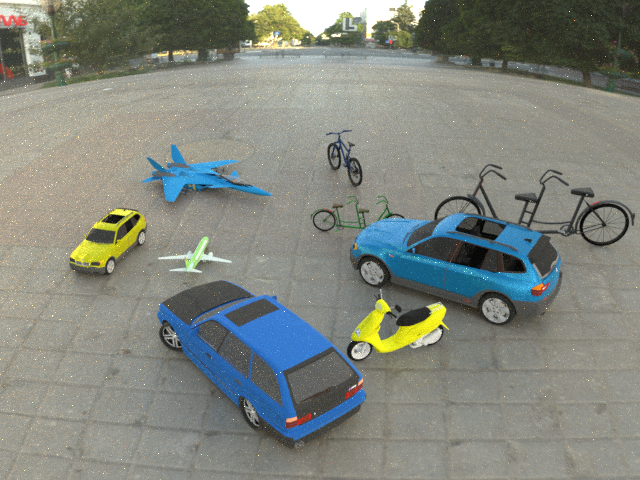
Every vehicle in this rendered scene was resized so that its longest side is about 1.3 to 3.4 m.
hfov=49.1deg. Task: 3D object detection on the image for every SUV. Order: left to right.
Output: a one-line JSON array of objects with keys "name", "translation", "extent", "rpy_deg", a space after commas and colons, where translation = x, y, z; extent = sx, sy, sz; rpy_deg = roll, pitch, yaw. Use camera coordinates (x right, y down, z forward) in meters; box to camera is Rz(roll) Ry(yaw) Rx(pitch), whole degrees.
[{"name": "SUV", "translation": [-3.351, -0.010, 11.132], "extent": [0.656, 0.580, 1.572], "rpy_deg": [8, 29, 14]}, {"name": "SUV", "translation": [1.927, 0.210, 10.139], "extent": [3.058, 1.128, 1.276], "rpy_deg": [16, 32, 28]}]

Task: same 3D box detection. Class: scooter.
[{"name": "scooter", "translation": [0.998, 1.037, 8.816], "extent": [1.399, 0.919, 0.662], "rpy_deg": [-9, 30, -17]}]

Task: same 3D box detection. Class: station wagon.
[{"name": "station wagon", "translation": [-0.843, 1.213, 8.485], "extent": [1.327, 0.920, 3.105], "rpy_deg": [-21, 35, -34]}]

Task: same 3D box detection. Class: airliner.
[{"name": "airliner", "translation": [-1.936, 0.160, 10.973], "extent": [1.161, 0.429, 1.307], "rpy_deg": [3, 28, 5]}]

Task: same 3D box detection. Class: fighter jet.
[{"name": "fighter jet", "translation": [-2.057, -1.257, 13.485], "extent": [2.640, 0.557, 2.229], "rpy_deg": [13, 31, 23]}]

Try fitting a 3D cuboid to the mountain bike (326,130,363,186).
[{"name": "mountain bike", "translation": [0.486, -1.653, 13.896], "extent": [0.573, 0.868, 1.469], "rpy_deg": [-12, 31, -22]}]

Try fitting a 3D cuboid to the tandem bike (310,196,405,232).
[{"name": "tandem bike", "translation": [0.653, -0.421, 11.792], "extent": [1.642, 0.682, 0.283], "rpy_deg": [3, 28, 6]}]

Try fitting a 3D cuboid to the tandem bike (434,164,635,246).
[{"name": "tandem bike", "translation": [3.483, -0.548, 11.345], "extent": [3.192, 1.326, 0.550], "rpy_deg": [3, 28, 6]}]
